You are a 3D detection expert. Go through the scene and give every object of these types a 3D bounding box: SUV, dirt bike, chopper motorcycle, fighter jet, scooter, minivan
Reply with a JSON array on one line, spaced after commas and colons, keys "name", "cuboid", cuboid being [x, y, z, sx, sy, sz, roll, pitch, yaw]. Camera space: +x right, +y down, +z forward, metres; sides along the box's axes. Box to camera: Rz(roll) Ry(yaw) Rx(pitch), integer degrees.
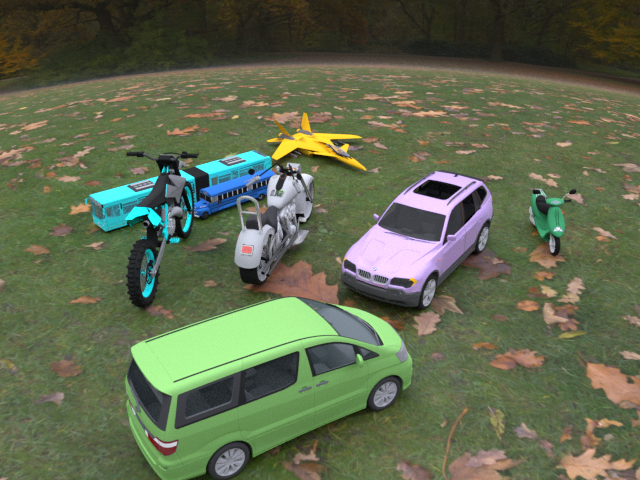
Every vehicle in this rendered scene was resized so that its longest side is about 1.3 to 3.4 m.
[{"name": "SUV", "cuboid": [1.489, -0.120, 10.088, 1.276, 1.128, 3.058, 17, 32, 30]}, {"name": "dirt bike", "cuboid": [-2.251, -0.356, 9.959, 1.024, 1.666, 2.903, 2, 27, 5]}, {"name": "chopper motorcycle", "cuboid": [-0.589, -0.503, 10.450, 0.906, 1.480, 3.040, 7, 28, 13]}, {"name": "fighter jet", "cuboid": [0.094, -1.976, 14.337, 2.229, 0.557, 2.640, -19, 33, -32]}, {"name": "scooter", "cuboid": [3.548, -0.429, 10.921, 0.662, 0.919, 1.399, 0, 27, 0]}, {"name": "minivan", "cuboid": [-0.427, 1.319, 7.205, 3.011, 1.197, 1.324, -16, 31, -28]}]

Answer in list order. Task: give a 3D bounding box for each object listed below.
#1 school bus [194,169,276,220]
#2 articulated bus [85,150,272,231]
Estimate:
[{"name": "school bus", "cuboid": [-1.509, -0.805, 12.187, 1.708, 0.434, 0.365, -23, 35, -37]}, {"name": "articulated bus", "cuboid": [-2.343, -0.913, 12.258, 3.401, 0.561, 0.605, -21, 34, -35]}]
